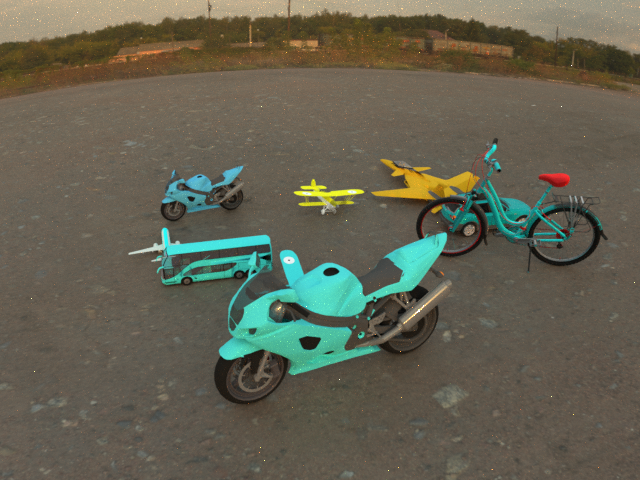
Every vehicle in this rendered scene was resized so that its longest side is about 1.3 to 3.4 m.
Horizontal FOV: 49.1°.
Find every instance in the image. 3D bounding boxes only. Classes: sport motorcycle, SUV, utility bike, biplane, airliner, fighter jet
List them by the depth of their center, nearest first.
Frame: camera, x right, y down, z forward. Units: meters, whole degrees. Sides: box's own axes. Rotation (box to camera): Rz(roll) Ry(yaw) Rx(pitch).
[{"bbox_3d":[0.180,0.858,7.937,2.955,1.596,0.983,-14,30,-25],"label":"sport motorcycle"},{"bbox_3d":[-0.156,0.642,9.564,1.090,0.504,1.336,-7,28,-13],"label":"biplane"},{"bbox_3d":[2.822,-0.424,10.188,2.791,1.839,1.039,4,27,9],"label":"utility bike"},{"bbox_3d":[-2.399,-0.002,10.912,1.161,0.429,1.307,-7,28,-13],"label":"airliner"},{"bbox_3d":[2.796,-0.495,11.713,1.572,0.580,0.656,-7,28,-13],"label":"SUV"},{"bbox_3d":[-2.020,-0.815,12.075,1.520,0.821,0.506,-13,30,-24],"label":"sport motorcycle"},{"bbox_3d":[0.096,-0.765,12.326,1.336,0.504,1.090,-13,30,-23],"label":"biplane"},{"bbox_3d":[1.857,-1.274,13.268,2.229,0.557,2.640,-13,30,-25],"label":"fighter jet"}]

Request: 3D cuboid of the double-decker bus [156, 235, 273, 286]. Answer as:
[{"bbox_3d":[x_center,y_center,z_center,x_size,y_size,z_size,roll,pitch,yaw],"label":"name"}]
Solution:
[{"bbox_3d":[-1.530,0.297,10.202,1.672,0.541,0.389,-6,28,-12],"label":"double-decker bus"}]
